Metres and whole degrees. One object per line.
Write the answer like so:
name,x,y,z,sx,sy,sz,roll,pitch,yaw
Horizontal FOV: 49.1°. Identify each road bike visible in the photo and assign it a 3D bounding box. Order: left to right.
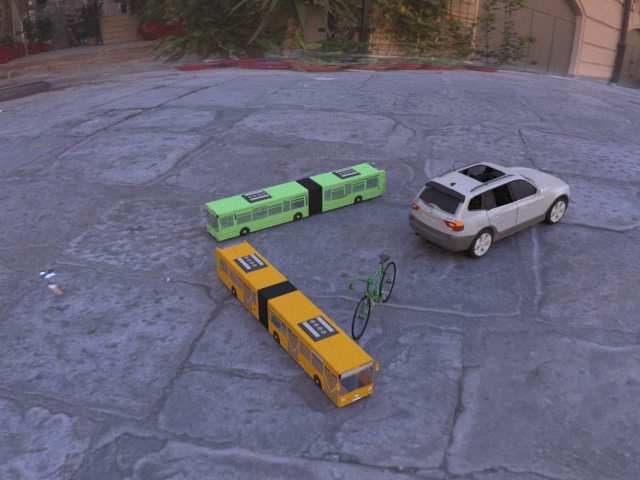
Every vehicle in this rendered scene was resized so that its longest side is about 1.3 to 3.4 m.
road bike,0.740,0.684,9.334,0.358,0.852,1.545,13,32,22

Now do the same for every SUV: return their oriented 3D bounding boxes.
SUV,2.864,-0.700,11.547,3.058,1.128,1.276,-20,35,-32

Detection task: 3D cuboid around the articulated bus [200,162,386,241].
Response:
articulated bus,-0.367,-0.708,12.146,3.401,0.561,0.605,-17,33,-28

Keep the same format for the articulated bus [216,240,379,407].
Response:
articulated bus,-0.450,0.955,9.145,0.605,0.561,3.401,-17,33,-27
